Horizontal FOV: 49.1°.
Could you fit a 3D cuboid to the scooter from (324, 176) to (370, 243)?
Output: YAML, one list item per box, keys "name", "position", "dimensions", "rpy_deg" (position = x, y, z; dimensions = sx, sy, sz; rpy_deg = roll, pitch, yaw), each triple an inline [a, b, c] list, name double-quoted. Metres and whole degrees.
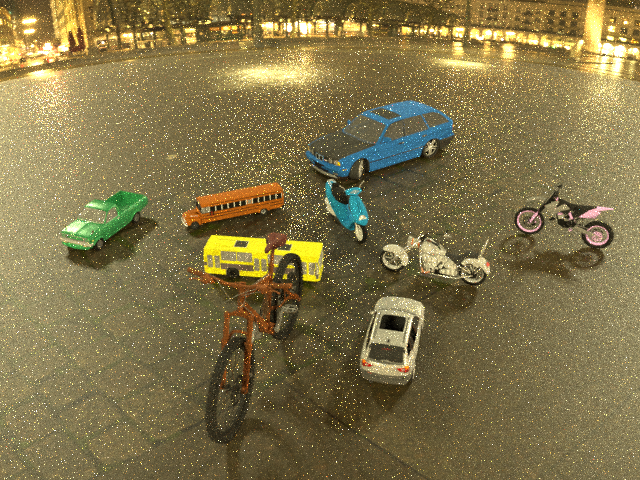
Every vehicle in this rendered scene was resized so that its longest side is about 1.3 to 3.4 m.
- name: "scooter"
  position: [0.414, -0.606, 11.149]
  dimensions: [0.662, 0.919, 1.399]
  rpy_deg: [-13, 32, -22]

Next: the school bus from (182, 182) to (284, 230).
- name: "school bus"
  position: [-1.444, -0.573, 11.585]
  dimensions: [1.708, 0.434, 0.365]
  rpy_deg: [-13, 32, -22]

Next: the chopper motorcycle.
- name: "chopper motorcycle"
  position: [1.615, 0.207, 9.870]
  dimensions: [1.563, 0.761, 0.466]
  rpy_deg: [11, 31, 18]

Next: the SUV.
- name: "SUV"
  position: [0.892, 1.115, 8.447]
  dimensions: [0.656, 0.580, 1.572]
  rpy_deg: [7, 30, 12]

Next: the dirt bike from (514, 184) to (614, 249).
- name: "dirt bike"
  position: [3.763, -0.353, 10.764]
  dimensions: [1.493, 0.857, 0.527]
  rpy_deg: [13, 32, 22]

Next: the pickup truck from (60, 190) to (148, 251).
- name: "pickup truck"
  position: [-3.420, -0.379, 11.162]
  dimensions: [0.640, 0.511, 1.603]
  rpy_deg: [11, 31, 19]

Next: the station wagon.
- name: "station wagon"
  position: [1.193, -2.027, 13.664]
  dimensions: [3.105, 0.920, 1.327]
  rpy_deg: [-20, 35, -31]

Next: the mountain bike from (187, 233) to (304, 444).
- name: "mountain bike"
  position: [-0.667, 0.855, 7.780]
  dimensions: [1.114, 1.688, 2.857]
  rpy_deg: [8, 30, 14]

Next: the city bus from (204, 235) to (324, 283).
- name: "city bus"
  position: [-0.801, 0.279, 10.049]
  dimensions: [1.674, 0.460, 0.476]
  rpy_deg: [4, 30, 7]
